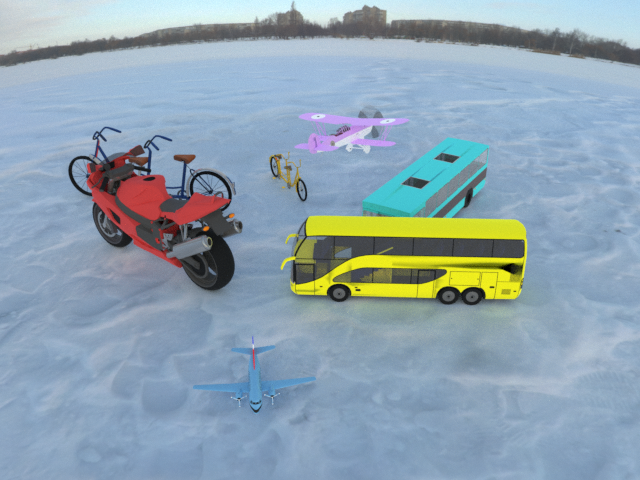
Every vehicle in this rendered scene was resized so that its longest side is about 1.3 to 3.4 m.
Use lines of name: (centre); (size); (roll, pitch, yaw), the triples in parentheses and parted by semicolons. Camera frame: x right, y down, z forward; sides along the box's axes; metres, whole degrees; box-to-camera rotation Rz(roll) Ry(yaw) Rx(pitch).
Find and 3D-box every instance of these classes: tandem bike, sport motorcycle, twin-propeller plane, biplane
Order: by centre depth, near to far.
twin-propeller plane: (-0.736, 1.520, 7.875); (1.370, 0.407, 1.095); (-3, 29, -6)
sport motorcycle: (-2.335, -0.316, 10.015); (2.955, 1.596, 0.983); (20, 34, 32)
tandem bike: (-2.935, -1.196, 11.924); (3.192, 1.326, 0.550); (8, 29, 14)
tandem bike: (-0.594, -1.260, 12.719); (0.283, 0.682, 1.642); (-13, 31, -23)
biplane: (0.425, -2.063, 13.886); (2.598, 0.981, 2.120); (21, 35, 33)

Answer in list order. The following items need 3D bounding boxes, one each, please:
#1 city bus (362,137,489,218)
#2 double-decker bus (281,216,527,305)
city bus: (1.803, -0.738, 11.531); (0.926, 0.894, 3.255); (17, 33, 28)
double-decker bus: (1.117, 0.250, 9.542); (3.251, 1.052, 0.756); (1, 28, 2)
